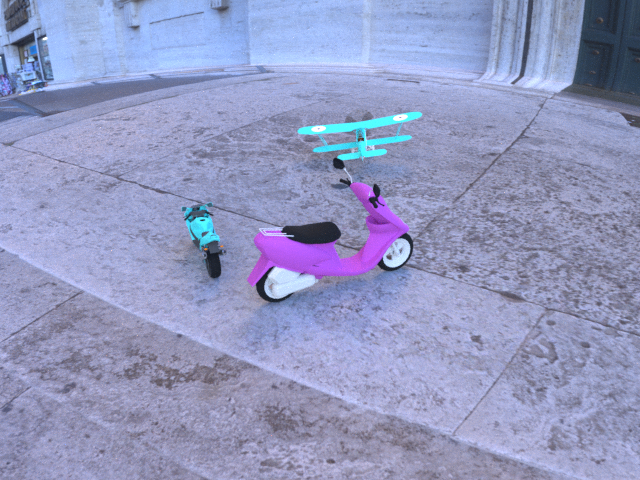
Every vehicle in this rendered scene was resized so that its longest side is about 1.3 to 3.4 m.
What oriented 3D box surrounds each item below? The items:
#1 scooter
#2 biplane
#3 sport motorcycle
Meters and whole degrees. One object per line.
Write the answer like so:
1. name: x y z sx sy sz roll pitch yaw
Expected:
1. scooter: 0.227 -0.103 10.069 2.721 1.786 1.288 -14 31 -23
2. biplane: 0.813 -2.062 14.560 2.598 0.981 2.120 1 28 1
3. sport motorcycle: -1.805 -0.026 10.944 0.506 0.821 1.520 -11 30 -19
